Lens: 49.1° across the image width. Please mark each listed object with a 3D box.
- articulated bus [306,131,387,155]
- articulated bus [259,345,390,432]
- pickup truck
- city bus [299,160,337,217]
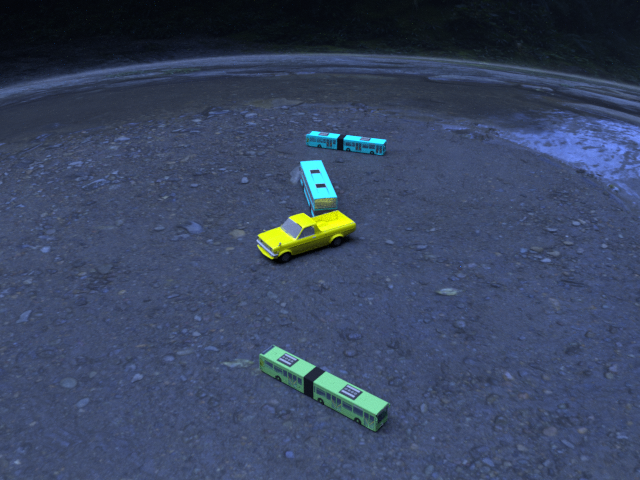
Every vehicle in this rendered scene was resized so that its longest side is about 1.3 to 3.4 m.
[{"bbox_3d":[0.562,-2.075,14.968,1.749,0.289,0.311,9,30,16],"label":"articulated bus"},{"bbox_3d":[0.017,1.705,8.170,1.749,0.289,0.311,21,35,32],"label":"articulated bus"},{"bbox_3d":[-0.209,-0.131,11.244,1.603,0.511,0.640,-17,33,-28],"label":"pickup truck"},{"bbox_3d":[-0.039,-0.907,12.692,0.476,0.460,1.674,-5,29,-8],"label":"city bus"}]
